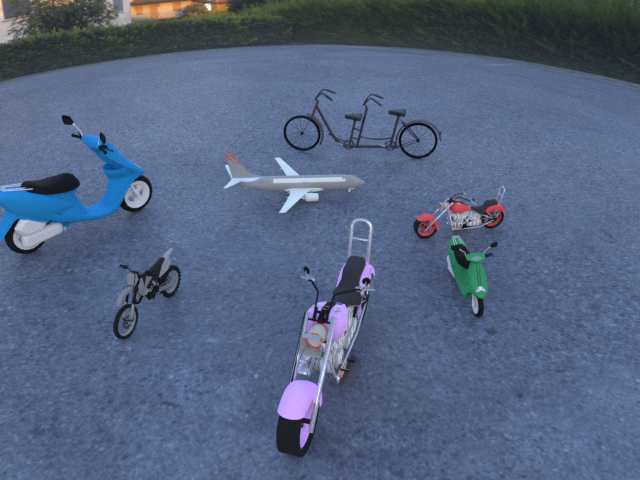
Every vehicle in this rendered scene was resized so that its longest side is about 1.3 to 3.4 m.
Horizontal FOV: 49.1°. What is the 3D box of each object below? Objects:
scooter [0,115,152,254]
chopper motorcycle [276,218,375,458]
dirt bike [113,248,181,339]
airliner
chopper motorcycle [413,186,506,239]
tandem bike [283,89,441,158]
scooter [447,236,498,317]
[{"bbox_3d":[-3.902,-0.917,11.138,1.288,1.786,2.721,27,40,37],"label":"scooter"},{"bbox_3d":[0.120,1.020,8.150,0.906,1.480,3.040,9,32,15],"label":"chopper motorcycle"},{"bbox_3d":[-2.308,0.657,9.380,0.527,0.857,1.493,12,33,20],"label":"dirt bike"},{"bbox_3d":[-0.443,-1.197,12.551,2.541,0.835,2.257,-3,31,-4],"label":"airliner"},{"bbox_3d":[2.284,-0.452,11.359,1.563,0.761,0.466,-7,31,-12],"label":"chopper motorcycle"},{"bbox_3d":[0.828,-2.305,13.949,3.192,1.326,0.550,5,31,8],"label":"tandem bike"},{"bbox_3d":[2.068,0.363,9.819,0.662,0.919,1.399,-4,31,-7],"label":"scooter"}]
